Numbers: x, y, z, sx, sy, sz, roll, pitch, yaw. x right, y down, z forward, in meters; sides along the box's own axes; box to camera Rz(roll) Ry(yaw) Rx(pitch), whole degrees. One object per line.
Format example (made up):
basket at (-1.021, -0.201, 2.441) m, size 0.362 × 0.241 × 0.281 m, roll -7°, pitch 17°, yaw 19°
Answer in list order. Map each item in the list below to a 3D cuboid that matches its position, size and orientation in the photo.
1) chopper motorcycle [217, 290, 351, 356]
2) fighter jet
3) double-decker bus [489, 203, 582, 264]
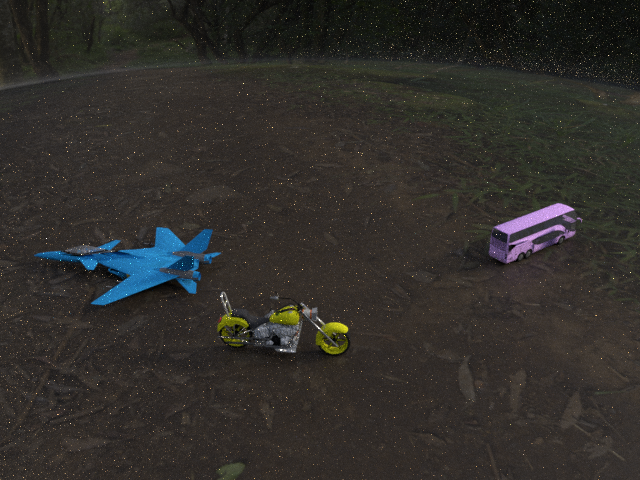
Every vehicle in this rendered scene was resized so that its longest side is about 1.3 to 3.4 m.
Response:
chopper motorcycle at (-0.422, 0.968, 8.099) m, size 1.563 × 0.761 × 0.466 m, roll 2°, pitch 28°, yaw 4°
fighter jet at (-2.837, 0.177, 9.847) m, size 2.640 × 0.557 × 2.229 m, roll 5°, pitch 28°, yaw 9°
double-decker bus at (3.217, -0.120, 10.436) m, size 1.672 × 0.541 × 0.389 m, roll -18°, pitch 32°, yaw -31°
